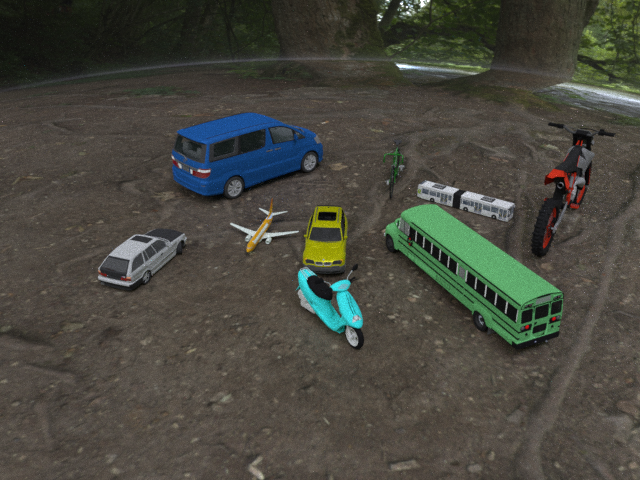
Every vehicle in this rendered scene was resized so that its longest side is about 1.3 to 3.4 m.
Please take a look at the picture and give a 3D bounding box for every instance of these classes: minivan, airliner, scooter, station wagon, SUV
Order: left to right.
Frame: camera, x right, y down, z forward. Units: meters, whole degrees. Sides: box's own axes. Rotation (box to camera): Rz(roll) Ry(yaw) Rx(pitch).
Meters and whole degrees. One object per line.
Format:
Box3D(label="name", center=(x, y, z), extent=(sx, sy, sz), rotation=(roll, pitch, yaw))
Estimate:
Box3D(label="station wagon", center=(-2.601, 0.176, 10.401), extent=(0.682, 0.473, 1.597), rotation=(10, 30, 19))
Box3D(label="minivan", center=(-1.288, -1.733, 13.223), extent=(3.011, 1.197, 1.324), rotation=(-24, 36, -37))
Box3D(label="airliner", center=(-0.944, -0.220, 11.194), extent=(1.161, 0.429, 1.307), rotation=(7, 29, 13))
Box3D(label="SUV", center=(0.097, -0.035, 10.686), extent=(0.656, 0.580, 1.572), rotation=(2, 28, 3))
Box3D(label="scooter", center=(0.117, 0.725, 8.894), extent=(0.662, 0.919, 1.399), rotation=(-18, 33, -31))

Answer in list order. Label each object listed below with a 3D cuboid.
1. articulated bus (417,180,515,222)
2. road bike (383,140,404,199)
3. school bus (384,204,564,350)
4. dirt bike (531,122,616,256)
Box3D(label="articulated bus", center=(2.529, -0.690, 12.228), extent=(1.749, 0.289, 0.311), rotation=(19, 33, 31))
Box3D(label="road bike", center=(1.385, -1.363, 12.893), extent=(0.358, 0.852, 1.545), rotation=(5, 28, 10))
Box3D(label="school bus", center=(1.951, 0.327, 9.723), extent=(0.709, 0.844, 3.322), rotation=(-12, 30, -22))
Box3D(label="dirt bike", center=(3.958, -0.927, 11.206), extent=(1.024, 1.666, 2.903), rotation=(17, 32, 29))
